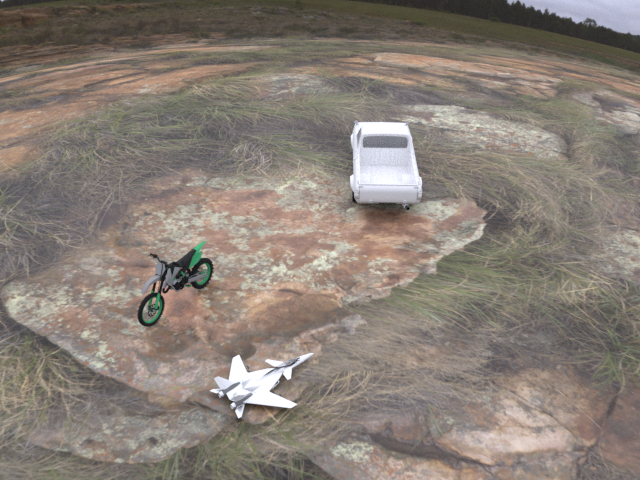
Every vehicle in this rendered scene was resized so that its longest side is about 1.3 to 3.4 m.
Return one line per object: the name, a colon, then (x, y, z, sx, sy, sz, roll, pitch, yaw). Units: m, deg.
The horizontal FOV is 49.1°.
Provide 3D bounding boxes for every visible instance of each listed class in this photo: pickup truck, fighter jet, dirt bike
pickup truck: (1.176, -1.527, 12.835, 1.244, 0.993, 3.117, 1, 31, 2)
fighter jet: (-0.592, 1.574, 8.359, 1.358, 0.286, 1.147, -24, 39, -34)
dirt bike: (-1.955, 0.536, 9.532, 0.527, 0.857, 1.493, 18, 35, 27)
